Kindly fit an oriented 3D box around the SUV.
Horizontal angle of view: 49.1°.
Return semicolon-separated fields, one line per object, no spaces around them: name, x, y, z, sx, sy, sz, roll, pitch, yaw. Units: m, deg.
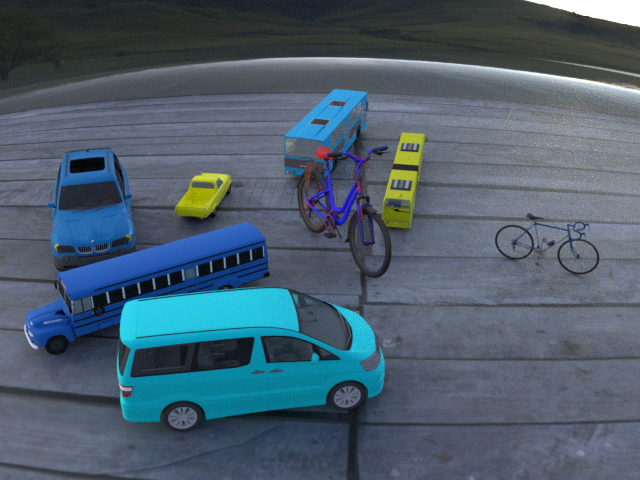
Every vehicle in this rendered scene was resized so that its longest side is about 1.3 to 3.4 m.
SUV;-3.704;-0.593;11.389;1.276;1.128;3.058;-8;30;-14

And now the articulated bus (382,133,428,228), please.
articulated bus;1.600;-1.194;13.068;0.605;0.561;3.401;5;29;10

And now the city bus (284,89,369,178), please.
city bus;0.194;-2.241;14.626;0.926;0.894;3.255;9;30;16

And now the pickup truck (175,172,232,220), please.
pickup truck;-2.058;-0.842;12.482;0.640;0.511;1.603;4;29;8

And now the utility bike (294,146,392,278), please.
utility bike;0.379;-0.685;10.819;1.039;1.839;2.791;-16;32;-26

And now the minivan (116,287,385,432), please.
minivan;-0.754;1.242;7.982;3.011;1.197;1.324;-5;29;-9

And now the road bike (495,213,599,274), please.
road bike;3.417;0.030;10.542;1.545;0.852;0.358;14;32;24

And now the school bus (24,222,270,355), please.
school bus;-2.306;0.595;9.524;3.322;0.844;0.709;-17;33;-28
